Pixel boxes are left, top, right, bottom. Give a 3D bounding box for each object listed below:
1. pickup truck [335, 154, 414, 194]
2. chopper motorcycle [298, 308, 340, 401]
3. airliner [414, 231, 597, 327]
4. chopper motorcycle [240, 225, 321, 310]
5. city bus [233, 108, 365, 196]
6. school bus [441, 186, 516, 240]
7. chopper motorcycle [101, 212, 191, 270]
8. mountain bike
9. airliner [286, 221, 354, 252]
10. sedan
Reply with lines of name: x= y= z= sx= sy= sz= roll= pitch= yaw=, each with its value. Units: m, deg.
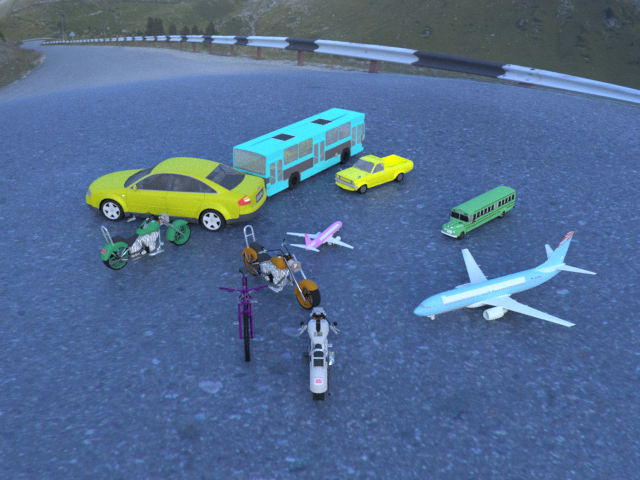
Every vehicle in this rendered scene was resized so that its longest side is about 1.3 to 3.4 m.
pickup truck: x=1.043 y=-1.330 z=13.320 sx=1.603 sy=0.511 sz=0.640 roll=-20 pitch=33 yaw=-35
chopper motorcycle: x=-0.016 y=1.152 z=7.981 sx=0.466 sy=0.761 sz=1.563 roll=0 pitch=26 yaw=0
airliner: x=2.348 y=0.478 z=9.270 sx=2.541 sy=0.835 sz=2.257 roll=-11 pitch=28 yaw=-22
chopper motorcycle: x=-0.558 y=0.366 z=9.582 sx=0.466 sy=0.761 sz=1.563 roll=-22 pitch=33 yaw=-37
city bus: x=-0.316 y=-1.746 z=13.733 sx=0.926 sy=0.894 sz=3.255 roll=18 pitch=31 yaw=32
school bus: x=2.647 y=-0.467 z=11.649 sx=1.708 sy=0.434 sz=0.365 roll=-24 pitch=35 yaw=-39
chopper motorcycle: x=-2.593 y=-0.081 z=10.492 sx=0.466 sy=0.761 sz=1.563 roll=21 pitch=33 yaw=36
mountain bike: x=-0.913 y=0.811 z=8.553 sx=0.573 sy=0.868 sz=1.469 roll=-3 pitch=26 yaw=-6
airliner: x=0.058 y=-0.138 z=10.984 sx=1.161 sy=0.429 sz=1.307 roll=13 pitch=29 yaw=24
sedan: x=-2.478 y=-0.880 z=11.918 sx=3.137 sy=0.940 sz=1.235 roll=6 pitch=27 yaw=12
